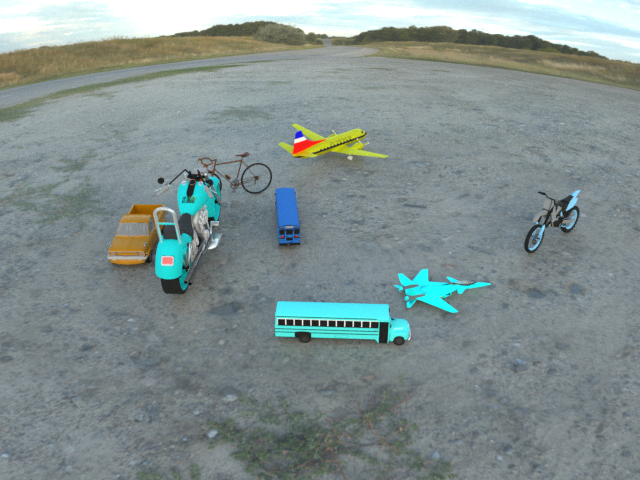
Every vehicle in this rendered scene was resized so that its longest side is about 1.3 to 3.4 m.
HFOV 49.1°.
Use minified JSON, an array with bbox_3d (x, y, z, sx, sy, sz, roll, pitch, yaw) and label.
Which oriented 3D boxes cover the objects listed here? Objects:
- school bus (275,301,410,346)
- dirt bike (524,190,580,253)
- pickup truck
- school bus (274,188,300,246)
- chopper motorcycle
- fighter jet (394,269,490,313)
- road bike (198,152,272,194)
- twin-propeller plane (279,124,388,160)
[{"bbox_3d":[0.290,1.040,8.843,1.708,0.434,0.365,1,28,3],"label":"school bus"},{"bbox_3d":[3.679,-0.346,10.957,1.493,0.857,0.527,-23,36,-36],"label":"dirt bike"},{"bbox_3d":[-2.845,-0.161,10.980,0.640,0.511,1.603,0,28,0],"label":"pickup truck"},{"bbox_3d":[-0.547,-0.436,11.568,0.365,0.434,1.708,-2,29,-5],"label":"school bus"},{"bbox_3d":[-1.898,-0.410,10.423,0.906,1.480,3.040,2,28,3],"label":"chopper motorcycle"},{"bbox_3d":[1.769,0.621,9.772,1.358,0.286,1.147,-6,29,-12],"label":"fighter jet"},{"bbox_3d":[-1.577,-1.131,12.411,1.545,0.852,0.358,-12,31,-21],"label":"road bike"},{"bbox_3d":[0.228,-2.035,14.144,2.129,0.792,2.663,-25,37,-38],"label":"twin-propeller plane"}]
